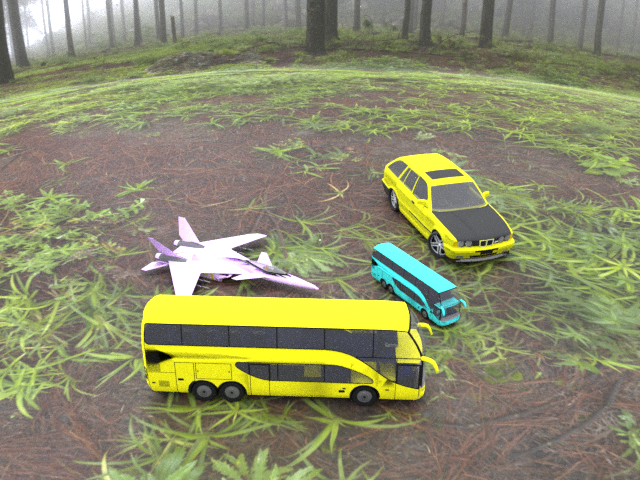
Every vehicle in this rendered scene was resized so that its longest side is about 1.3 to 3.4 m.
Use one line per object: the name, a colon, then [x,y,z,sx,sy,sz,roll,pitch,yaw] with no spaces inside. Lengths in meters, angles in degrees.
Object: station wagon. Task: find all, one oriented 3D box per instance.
station wagon: [2.079,-0.666,11.736,1.327,0.920,3.105,-7,28,-14]

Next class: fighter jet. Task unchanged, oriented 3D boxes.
fighter jet: [-1.217,0.286,10.264,2.640,0.557,2.229,12,29,22]

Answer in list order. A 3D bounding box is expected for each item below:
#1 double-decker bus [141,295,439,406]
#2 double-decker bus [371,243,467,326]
double-decker bus: [-0.336,1.220,7.882,3.251,1.052,0.756,1,27,3]
double-decker bus: [1.308,0.604,9.656,0.389,0.541,1.672,-15,31,-28]
